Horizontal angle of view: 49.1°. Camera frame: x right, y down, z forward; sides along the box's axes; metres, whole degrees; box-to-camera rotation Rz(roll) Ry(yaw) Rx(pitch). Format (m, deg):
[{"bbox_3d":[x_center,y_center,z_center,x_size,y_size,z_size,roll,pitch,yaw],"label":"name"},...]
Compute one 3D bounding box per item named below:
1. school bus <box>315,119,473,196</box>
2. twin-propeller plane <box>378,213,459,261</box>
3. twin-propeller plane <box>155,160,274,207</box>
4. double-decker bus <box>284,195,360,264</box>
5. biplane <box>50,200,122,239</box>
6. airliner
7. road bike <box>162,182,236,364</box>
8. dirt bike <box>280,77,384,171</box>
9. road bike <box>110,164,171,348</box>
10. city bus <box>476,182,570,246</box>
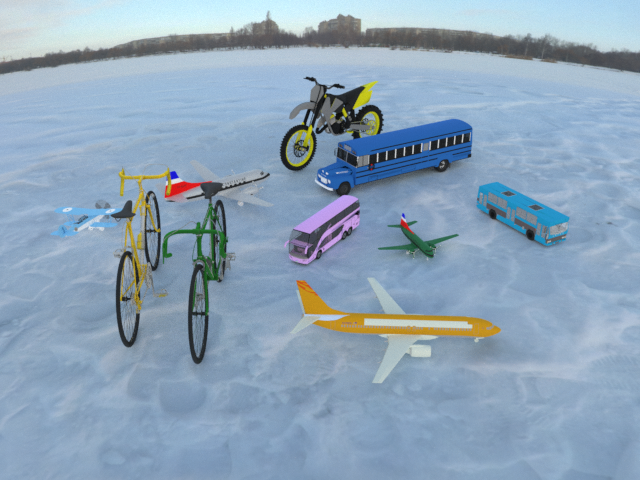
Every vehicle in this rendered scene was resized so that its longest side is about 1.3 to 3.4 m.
[{"bbox_3d":[1.434,-1.608,13.310,3.322,0.844,0.709,-16,31,-28],"label":"school bus"},{"bbox_3d":[1.474,-0.043,10.730,1.370,0.407,1.095,-10,29,-18],"label":"twin-propeller plane"},{"bbox_3d":[-1.755,-1.028,12.234,2.129,0.792,2.663,-20,33,-33],"label":"twin-propeller plane"},{"bbox_3d":[0.078,-0.164,10.821,0.389,0.541,1.672,16,31,28],"label":"double-decker bus"},{"bbox_3d":[-3.758,-0.278,11.083,1.336,0.504,1.090,11,29,21],"label":"biplane"},{"bbox_3d":[0.940,0.870,8.476,2.541,0.835,2.257,1,27,2],"label":"airliner"},{"bbox_3d":[-1.406,0.216,8.854,0.696,1.656,3.004,0,27,0],"label":"road bike"},{"bbox_3d":[0.307,-2.420,13.994,2.903,1.666,1.024,-24,36,-39],"label":"dirt bike"},{"bbox_3d":[-2.357,0.069,9.140,0.696,1.656,3.004,-2,27,-3],"label":"road bike"},{"bbox_3d":[3.273,-0.433,11.434,0.476,0.460,1.674,-14,30,-25],"label":"city bus"}]
